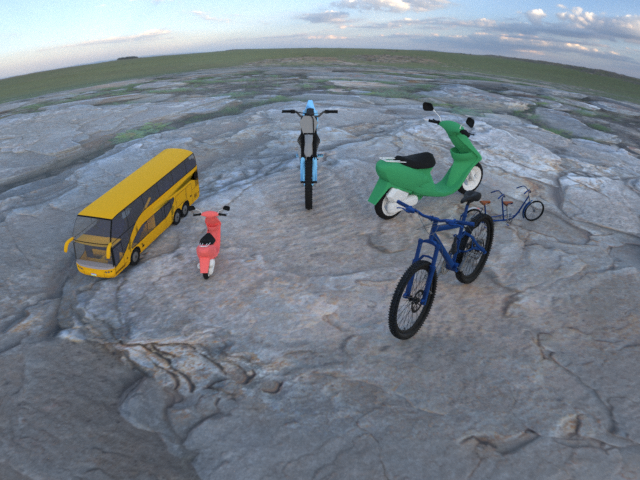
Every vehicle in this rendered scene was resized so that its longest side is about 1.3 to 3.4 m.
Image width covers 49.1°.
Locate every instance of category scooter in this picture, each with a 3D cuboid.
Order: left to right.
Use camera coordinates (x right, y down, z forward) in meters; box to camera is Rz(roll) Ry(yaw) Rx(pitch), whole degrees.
[{"bbox_3d":[-1.726,-0.048,10.932,0.662,0.919,1.399,0,28,0],"label":"scooter"},{"bbox_3d":[2.005,-1.417,12.587,2.721,1.786,1.288,-18,33,-30],"label":"scooter"}]

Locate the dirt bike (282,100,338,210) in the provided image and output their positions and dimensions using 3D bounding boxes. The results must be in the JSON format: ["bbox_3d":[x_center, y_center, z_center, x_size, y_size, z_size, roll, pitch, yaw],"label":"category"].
[{"bbox_3d":[-0.185,-1.794,13.426,1.024,1.666,2.903,0,28,0],"label":"dirt bike"}]

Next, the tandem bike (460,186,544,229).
[{"bbox_3d":[3.182,-0.557,12.145,1.642,0.682,0.283,-8,29,-14],"label":"tandem bike"}]

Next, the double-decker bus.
[{"bbox_3d":[-2.982,-0.501,11.645,0.756,1.052,3.251,8,29,14],"label":"double-decker bus"}]

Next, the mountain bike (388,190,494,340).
[{"bbox_3d":[1.761,0.191,9.662,1.114,1.688,2.857,20,34,33],"label":"mountain bike"}]
